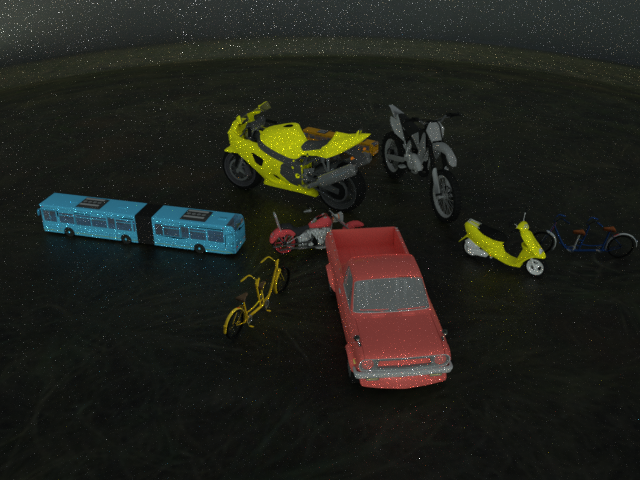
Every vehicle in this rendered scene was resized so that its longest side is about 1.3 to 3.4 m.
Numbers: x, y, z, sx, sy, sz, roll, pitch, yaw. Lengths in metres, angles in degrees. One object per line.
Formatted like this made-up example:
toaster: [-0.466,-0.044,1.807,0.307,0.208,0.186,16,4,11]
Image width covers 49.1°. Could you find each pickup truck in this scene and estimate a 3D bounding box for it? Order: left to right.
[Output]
pickup truck: [0.792,0.661,9.131,1.244,0.993,3.117,-3,29,-5]

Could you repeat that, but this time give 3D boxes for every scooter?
scooter: [2.750,-0.013,10.435,1.399,0.919,0.662,19,34,30]

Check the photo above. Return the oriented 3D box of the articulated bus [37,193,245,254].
articulated bus: [-2.894,-0.275,11.285,3.401,0.561,0.605,7,30,12]

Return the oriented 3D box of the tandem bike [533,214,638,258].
tandem bike: [4.045,-0.049,10.748,1.642,0.682,0.283,2,29,4]

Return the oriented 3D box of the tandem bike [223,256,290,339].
tandem bike: [-0.823,0.709,9.367,0.283,0.682,1.642,14,32,24]

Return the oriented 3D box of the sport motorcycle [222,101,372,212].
sport motorcycle: [-0.491,-1.436,12.322,2.955,1.596,0.983,14,32,24]

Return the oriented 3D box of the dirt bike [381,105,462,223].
dirt bike: [1.771,-1.504,12.375,1.024,1.666,2.903,-10,30,-17]

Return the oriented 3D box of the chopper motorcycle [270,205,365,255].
chopper motorcycle: [-0.023,-0.184,10.911,1.563,0.761,0.466,-9,30,-15]

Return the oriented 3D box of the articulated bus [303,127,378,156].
articulated bus: [0.411,-2.102,14.894,1.749,0.289,0.311,16,33,27]
